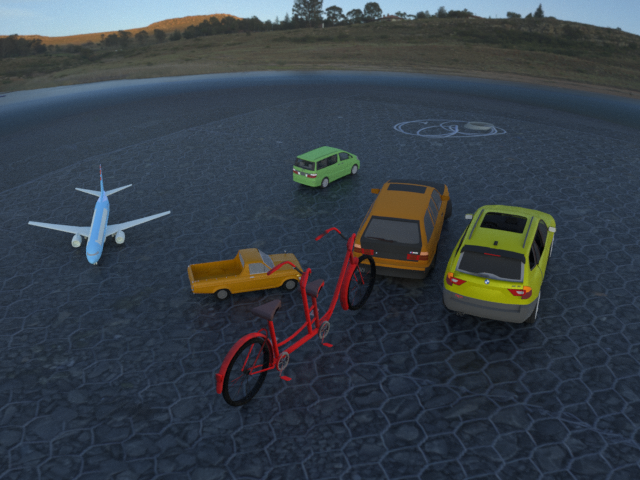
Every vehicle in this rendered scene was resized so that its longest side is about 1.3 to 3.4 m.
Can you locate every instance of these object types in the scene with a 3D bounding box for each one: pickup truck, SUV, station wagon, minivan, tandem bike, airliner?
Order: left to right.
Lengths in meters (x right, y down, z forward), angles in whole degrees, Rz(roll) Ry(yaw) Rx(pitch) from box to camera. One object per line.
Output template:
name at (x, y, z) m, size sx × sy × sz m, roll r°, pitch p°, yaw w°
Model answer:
airliner at (-3.568, -0.422, 11.233) m, size 2.257 × 0.835 × 2.541 m, roll -5°, pitch 26°, yaw -10°
pickup truck at (-1.043, 0.434, 9.832) m, size 1.603 × 0.511 × 0.640 m, roll -7°, pitch 27°, yaw -14°
tandem bike at (-0.152, 0.755, 8.230) m, size 0.550 × 1.326 × 3.192 m, roll 16°, pitch 30°, yaw 30°
minivan at (0.154, -1.492, 13.701) m, size 0.681 × 0.616 × 1.548 m, roll 19°, pitch 32°, yaw 35°
station wagon at (1.374, -0.431, 11.151) m, size 1.327 × 0.920 × 3.105 m, roll 7°, pitch 27°, yaw 13°
SUV at (2.584, 0.096, 9.822) m, size 1.276 × 1.128 × 3.058 m, roll 10°, pitch 28°, yaw 20°
